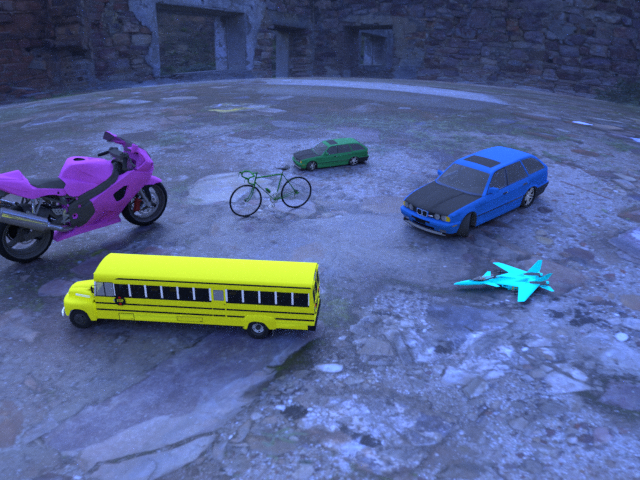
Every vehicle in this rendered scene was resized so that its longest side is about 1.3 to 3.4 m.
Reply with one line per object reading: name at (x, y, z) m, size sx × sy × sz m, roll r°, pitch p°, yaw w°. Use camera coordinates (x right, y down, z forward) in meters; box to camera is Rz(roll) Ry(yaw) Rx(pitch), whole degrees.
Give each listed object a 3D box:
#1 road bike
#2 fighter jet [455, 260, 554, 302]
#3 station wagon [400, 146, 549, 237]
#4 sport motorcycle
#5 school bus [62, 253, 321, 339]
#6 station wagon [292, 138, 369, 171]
road bike at (-0.853, -0.877, 12.231) m, size 1.545 × 0.852 × 0.358 m, roll -11°, pitch 28°, yaw -22°
fighter jet at (2.577, 0.526, 9.955) m, size 1.358 × 0.286 × 1.147 m, roll -2°, pitch 26°, yaw -4°
station wagon at (2.761, -0.945, 12.294) m, size 3.105 × 0.920 × 1.327 m, roll -22°, pitch 33°, yaw -38°
sport motorcycle at (-3.748, -0.689, 10.976) m, size 2.955 × 1.596 × 0.983 m, roll -21°, pitch 33°, yaw -37°
school bus at (-1.671, 0.683, 8.981) m, size 3.322 × 0.844 × 0.709 m, roll 3°, pitch 26°, yaw 5°
station wagon at (0.209, -1.822, 14.644) m, size 1.597 × 0.473 × 0.682 m, roll -10°, pitch 27°, yaw -19°
